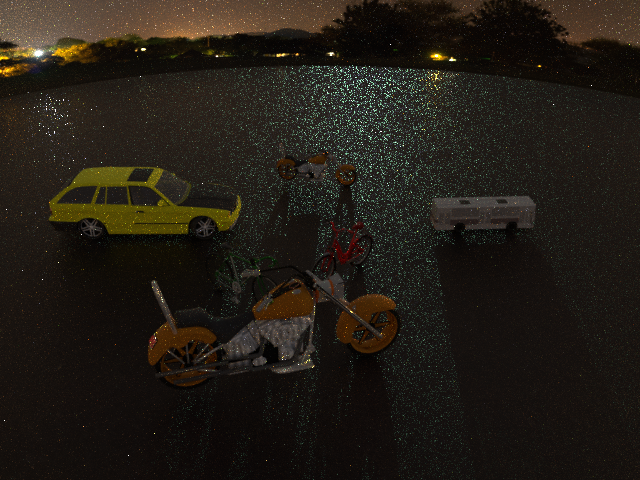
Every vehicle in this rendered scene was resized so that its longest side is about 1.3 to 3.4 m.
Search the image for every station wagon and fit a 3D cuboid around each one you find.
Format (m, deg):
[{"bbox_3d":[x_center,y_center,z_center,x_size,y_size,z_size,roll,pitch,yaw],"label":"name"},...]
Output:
[{"bbox_3d":[-2.893,-0.681,11.771,3.105,0.920,1.327,0,27,0],"label":"station wagon"}]

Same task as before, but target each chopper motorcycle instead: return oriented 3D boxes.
[{"bbox_3d":[-0.070,-1.450,13.423,1.563,0.761,0.466,5,28,9],"label":"chopper motorcycle"},{"bbox_3d":[-0.468,0.908,8.111,3.040,1.480,0.906,-9,29,-17],"label":"chopper motorcycle"}]

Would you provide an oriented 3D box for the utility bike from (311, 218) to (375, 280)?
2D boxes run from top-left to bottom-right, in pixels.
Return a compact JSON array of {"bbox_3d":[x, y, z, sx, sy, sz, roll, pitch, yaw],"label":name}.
[{"bbox_3d":[0.387,0.125,10.194,0.535,0.946,1.435,23,35,37],"label":"utility bike"}]

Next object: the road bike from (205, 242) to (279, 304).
[{"bbox_3d":[-1.066,0.487,9.600,1.545,0.852,0.358,21,34,35],"label":"road bike"}]

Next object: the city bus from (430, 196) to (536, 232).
[{"bbox_3d":[2.735,-0.434,11.795,1.674,0.460,0.476,-1,28,-3],"label":"city bus"}]
